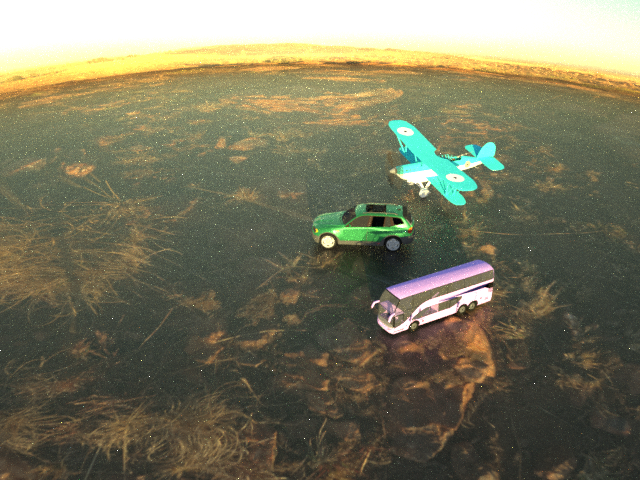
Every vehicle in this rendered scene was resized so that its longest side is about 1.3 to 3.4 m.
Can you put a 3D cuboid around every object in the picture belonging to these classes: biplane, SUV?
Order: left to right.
[{"bbox_3d":[0.655,-0.237,10.603,1.572,0.580,0.656,2,27,5],"label":"SUV"},{"bbox_3d":[2.179,-1.303,12.254,2.120,0.981,2.598,-11,29,-20],"label":"biplane"}]

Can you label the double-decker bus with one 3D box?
[{"bbox_3d":[1.446,0.713,8.784,1.672,0.541,0.389,-14,30,-26],"label":"double-decker bus"}]
